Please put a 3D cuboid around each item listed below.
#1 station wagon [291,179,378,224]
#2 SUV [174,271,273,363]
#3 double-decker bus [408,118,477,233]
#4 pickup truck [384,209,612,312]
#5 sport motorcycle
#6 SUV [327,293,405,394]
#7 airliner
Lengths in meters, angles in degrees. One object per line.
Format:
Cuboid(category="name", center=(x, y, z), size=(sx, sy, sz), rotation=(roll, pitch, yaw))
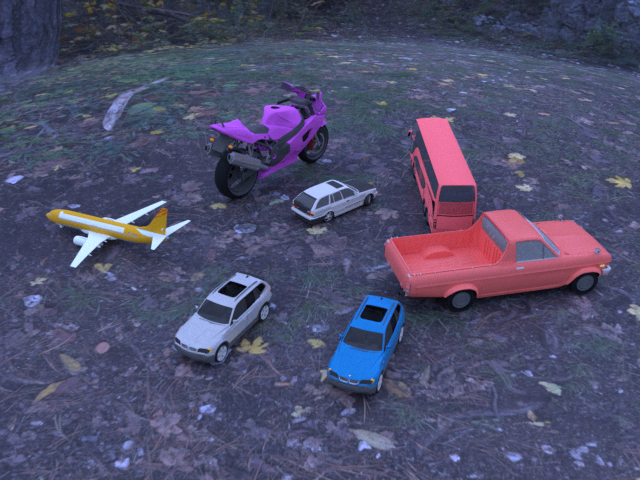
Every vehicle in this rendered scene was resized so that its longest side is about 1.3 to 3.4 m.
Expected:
Cuboid(category="station wagon", center=(0.281, -0.760, 12.076), size=(1.597, 0.473, 0.682), rotation=(-24, 38, -34))
Cuboid(category="SUV", center=(-1.229, 0.955, 9.071), size=(0.656, 0.580, 1.572), rotation=(16, 34, 25))
Cuboid(category="double-decker bus", center=(2.095, -1.208, 12.265), size=(0.756, 1.052, 3.251), rotation=(0, 31, 0))
Cuboid(category="pickup truck", center=(2.521, 0.189, 9.961), size=(3.117, 0.993, 1.244), rotation=(-6, 31, -11))
Cuboid(category="sport motorcycle", center=(-0.836, -1.840, 12.799), size=(0.983, 1.596, 2.955), rotation=(24, 38, 34))
Cuboid(category="SUV", center=(0.595, 1.226, 8.613), size=(0.656, 0.580, 1.572), rotation=(11, 32, 18))
Cuboid(category="airliner", center=(-3.377, -0.354, 11.035), size=(2.541, 0.835, 2.257), rotation=(13, 33, 21))
